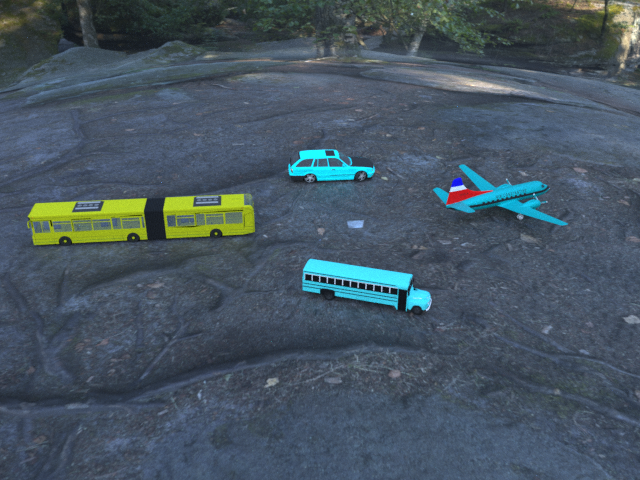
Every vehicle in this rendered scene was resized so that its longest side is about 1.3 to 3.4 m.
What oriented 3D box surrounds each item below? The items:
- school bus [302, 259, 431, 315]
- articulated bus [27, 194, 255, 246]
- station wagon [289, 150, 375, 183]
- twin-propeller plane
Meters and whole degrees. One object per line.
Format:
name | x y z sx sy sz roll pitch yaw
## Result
school bus | 0.622 0.608 9.265 1.708 0.434 0.365 8 29 15
articulated bus | -2.731 -0.325 10.874 3.401 0.561 0.605 -3 28 -6
station wagon | 0.218 -1.395 12.965 1.597 0.473 0.682 -2 28 -4
twin-propeller plane | 2.962 -0.806 11.527 2.129 0.792 2.663 -13 31 -22
